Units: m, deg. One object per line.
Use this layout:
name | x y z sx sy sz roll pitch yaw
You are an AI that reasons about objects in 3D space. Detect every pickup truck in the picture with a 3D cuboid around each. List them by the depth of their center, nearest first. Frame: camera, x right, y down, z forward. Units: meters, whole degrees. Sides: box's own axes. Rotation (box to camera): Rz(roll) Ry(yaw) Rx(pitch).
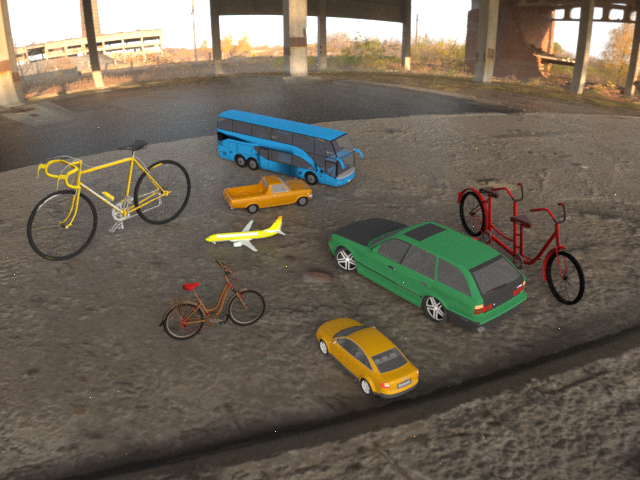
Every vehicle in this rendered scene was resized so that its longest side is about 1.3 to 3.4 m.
pickup truck | -0.958 -0.886 12.943 1.603 0.511 0.640 -9 28 -18

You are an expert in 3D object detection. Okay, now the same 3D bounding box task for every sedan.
sedan | 0.541 1.341 8.541 0.635 0.483 1.613 -16 31 -29

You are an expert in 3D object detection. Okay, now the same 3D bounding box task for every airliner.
airliner | -1.244 -0.159 11.586 1.307 0.429 1.161 -4 27 -8

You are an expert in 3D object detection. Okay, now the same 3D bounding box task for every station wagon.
station wagon | 1.451 0.258 10.210 1.327 0.920 3.105 -21 33 -35

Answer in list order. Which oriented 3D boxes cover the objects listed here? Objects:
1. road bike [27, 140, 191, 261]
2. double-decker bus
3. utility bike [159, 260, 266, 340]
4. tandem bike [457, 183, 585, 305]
road bike | -3.350 -0.741 11.380 0.697 1.656 3.004 24 35 39
double-decker bus | -0.703 -1.885 14.331 3.251 1.052 0.756 17 31 30
utility bike | -1.418 0.778 9.146 1.435 0.946 0.535 -11 29 -20
tandem bike | 2.988 -0.210 10.690 0.550 1.326 3.192 -10 28 -19
